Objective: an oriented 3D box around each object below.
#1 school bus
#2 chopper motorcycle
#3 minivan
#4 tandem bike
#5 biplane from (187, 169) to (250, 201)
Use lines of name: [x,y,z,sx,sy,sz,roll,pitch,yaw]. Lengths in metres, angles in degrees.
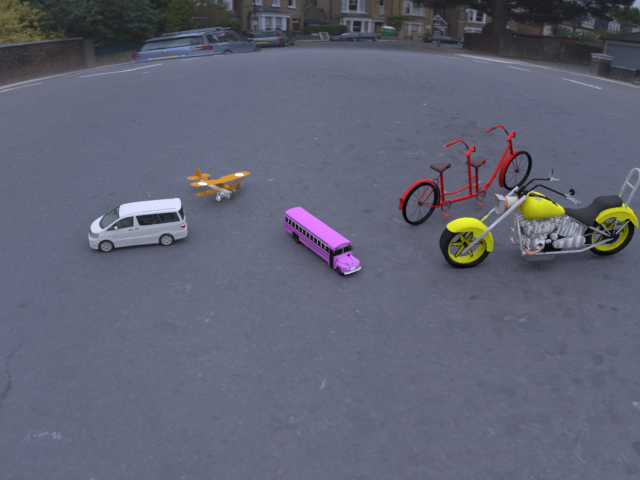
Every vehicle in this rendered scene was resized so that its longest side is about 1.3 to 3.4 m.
school bus: [0.024,0.008,10.982,0.365,0.434,1.708,-19,35,-29]
chopper motorcycle: [3.335,-0.330,10.519,3.040,1.480,0.906,-3,30,-6]
minivan: [-2.942,-0.262,11.272,1.548,0.616,0.681,-6,30,-11]
tandem bike: [2.615,-1.166,12.139,3.192,1.326,0.550,-19,35,-29]
biplane: [-1.897,-1.027,12.723,1.090,0.504,1.336,23,37,34]
